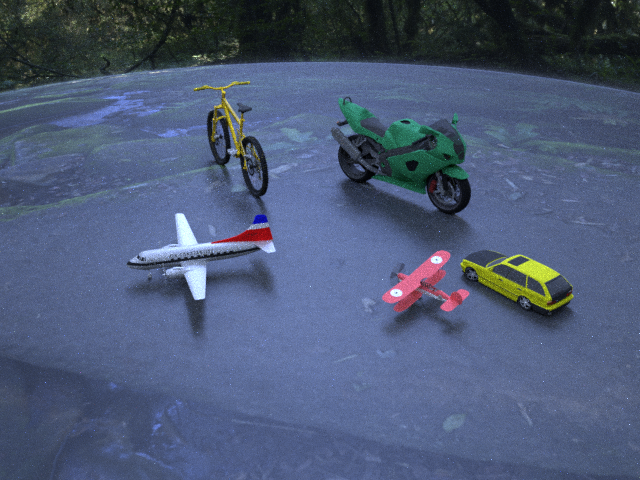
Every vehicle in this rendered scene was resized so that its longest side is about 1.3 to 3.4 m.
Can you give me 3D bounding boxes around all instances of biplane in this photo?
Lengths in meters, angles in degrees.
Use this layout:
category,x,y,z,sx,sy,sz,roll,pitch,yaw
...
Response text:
category,x,y,z,sx,sy,sz,roll,pitch,yaw
biplane,1.420,0.659,9.328,1.090,0.504,1.336,24,36,38

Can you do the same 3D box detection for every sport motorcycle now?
category,x,y,z,sx,sy,sz,roll,pitch,yaw
sport motorcycle,1.418,-1.523,12.330,2.955,1.596,0.983,24,36,38

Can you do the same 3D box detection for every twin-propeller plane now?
category,x,y,z,sx,sy,sz,roll,pitch,yaw
twin-propeller plane,-1.718,0.094,10.100,2.129,0.792,2.663,-7,28,-14

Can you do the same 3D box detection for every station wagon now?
category,x,y,z,sx,sy,sz,roll,pitch,yaw
station wagon,2.696,0.478,9.708,0.682,0.473,1.597,-20,33,-33

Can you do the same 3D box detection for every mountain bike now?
category,x,y,z,sx,sy,sz,roll,pitch,yaw
mountain bike,-1.588,-1.936,13.022,1.114,1.688,2.857,-14,31,-24
